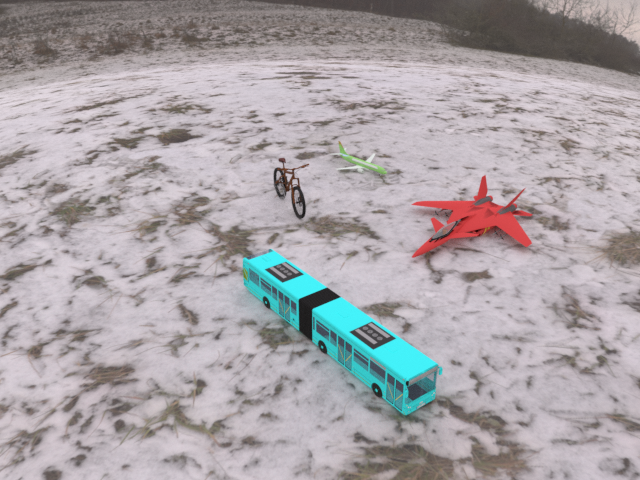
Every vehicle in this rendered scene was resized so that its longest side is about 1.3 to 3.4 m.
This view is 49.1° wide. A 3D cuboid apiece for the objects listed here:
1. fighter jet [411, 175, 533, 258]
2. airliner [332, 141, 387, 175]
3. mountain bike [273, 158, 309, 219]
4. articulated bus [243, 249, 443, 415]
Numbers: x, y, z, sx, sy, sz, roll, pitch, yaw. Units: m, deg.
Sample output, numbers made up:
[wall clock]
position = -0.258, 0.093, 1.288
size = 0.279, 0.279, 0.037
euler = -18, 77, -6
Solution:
[fighter jet]
position = 2.306, -0.334, 11.344
size = 2.229, 0.557, 2.640
euler = 24, 36, 38
[airliner]
position = 0.824, -1.610, 13.874
size = 1.307, 0.429, 1.161
euler = 24, 36, 38
[mountain bike]
position = -0.549, -0.973, 12.213
size = 0.573, 0.868, 1.469
euler = -11, 30, -20
[articulated bus]
position = 0.117, 1.024, 8.791
size = 0.605, 0.561, 3.401
euler = -20, 34, -32
